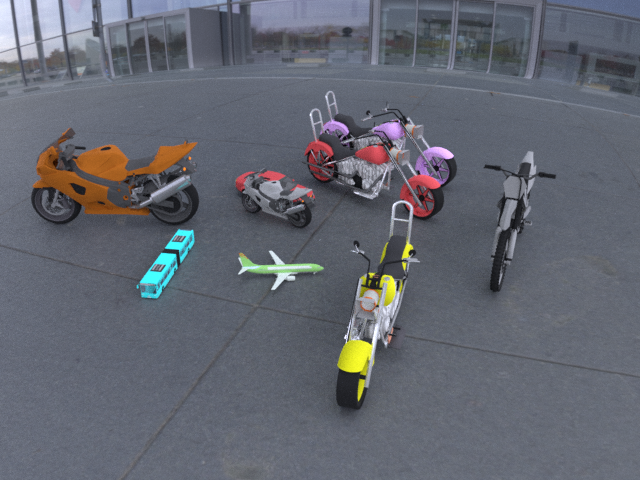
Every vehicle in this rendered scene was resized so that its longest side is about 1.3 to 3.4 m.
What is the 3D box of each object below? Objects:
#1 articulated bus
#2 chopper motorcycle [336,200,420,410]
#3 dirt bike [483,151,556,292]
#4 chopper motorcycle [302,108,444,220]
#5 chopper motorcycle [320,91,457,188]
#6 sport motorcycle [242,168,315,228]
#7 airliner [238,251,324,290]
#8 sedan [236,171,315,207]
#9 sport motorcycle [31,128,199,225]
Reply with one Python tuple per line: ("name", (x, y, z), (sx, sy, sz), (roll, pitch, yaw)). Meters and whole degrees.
("articulated bus", (-2.344, 0.336, 10.843), (0.311, 0.289, 1.749), (4, 29, 8))
("chopper motorcycle", (0.740, 0.721, 8.876), (0.906, 1.480, 3.040), (8, 29, 15))
("dirt bike", (3.030, -0.445, 10.840), (1.024, 1.666, 2.903), (11, 30, 20))
("chopper motorcycle", (0.929, -1.418, 12.840), (3.040, 1.480, 0.906), (22, 35, 34))
("chopper motorcycle", (1.308, -2.019, 13.954), (3.040, 1.480, 0.906), (18, 33, 30))
("sport motorcycle", (-0.771, -0.720, 12.241), (1.520, 0.821, 0.506), (17, 33, 29))
("airliner", (-0.592, 0.358, 10.654), (1.307, 0.429, 1.161), (-3, 28, -5))
("sedan", (-0.841, -0.977, 13.072), (1.613, 0.483, 0.635), (17, 33, 28))
("sport motorcycle", (-3.509, -1.000, 11.942), (2.955, 1.596, 0.983), (0, 28, 0))
